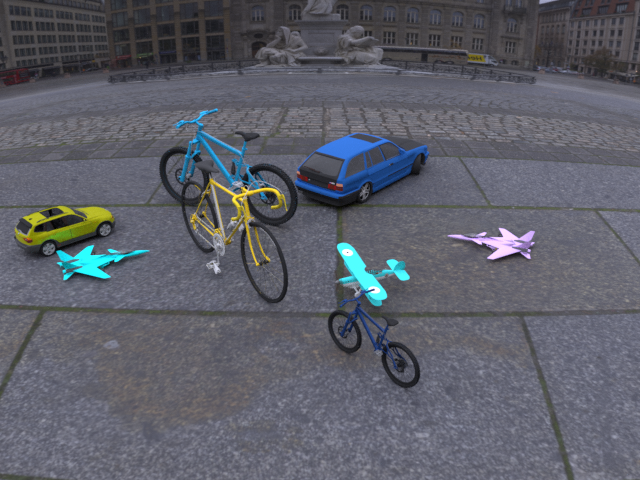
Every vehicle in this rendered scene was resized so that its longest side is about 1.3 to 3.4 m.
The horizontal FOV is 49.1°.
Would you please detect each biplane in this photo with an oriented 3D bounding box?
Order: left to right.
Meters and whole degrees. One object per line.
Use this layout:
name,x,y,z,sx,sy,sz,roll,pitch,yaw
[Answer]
biplane,0.721,0.521,9.855,1.090,0.504,1.336,-10,29,-20

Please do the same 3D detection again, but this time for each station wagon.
station wagon,0.907,-1.554,13.488,1.327,0.920,3.105,21,33,35

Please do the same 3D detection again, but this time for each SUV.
SUV,-4.104,-0.249,11.291,1.572,0.580,0.656,-24,35,-39

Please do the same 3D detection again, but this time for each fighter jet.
fighter jet,-3.271,0.236,10.657,1.358,0.286,1.147,-14,30,-25
fighter jet,2.717,-0.033,11.188,1.358,0.286,1.147,10,29,19

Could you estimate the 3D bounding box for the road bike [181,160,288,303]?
road bike,-1.324,-0.245,10.091,0.697,1.656,3.004,-19,32,-32

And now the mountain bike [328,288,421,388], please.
mountain bike,0.613,1.137,8.236,0.573,0.868,1.469,-23,35,-37

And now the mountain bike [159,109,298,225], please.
mountain bike,-1.632,-1.219,11.978,2.857,1.688,1.114,14,30,25
